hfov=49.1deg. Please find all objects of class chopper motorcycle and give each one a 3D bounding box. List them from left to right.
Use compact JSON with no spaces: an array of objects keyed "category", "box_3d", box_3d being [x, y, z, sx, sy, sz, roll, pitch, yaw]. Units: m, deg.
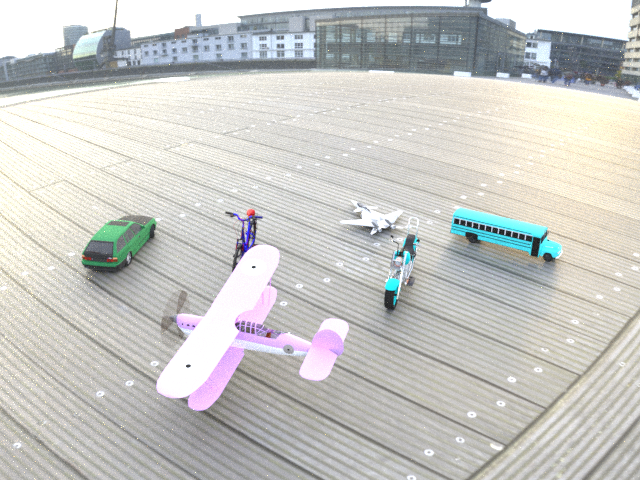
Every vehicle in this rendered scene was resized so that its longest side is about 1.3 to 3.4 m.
[{"category":"chopper motorcycle","box_3d":[1.138,0.302,9.697,0.466,0.761,1.563,8,28,16]}]

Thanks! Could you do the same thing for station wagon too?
[{"category":"station wagon","box_3d":[-3.050,-0.059,10.749,0.682,0.473,1.597,4,27,9]}]

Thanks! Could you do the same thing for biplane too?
[{"category":"biplane","box_3d":[-0.762,1.098,7.844,2.120,0.981,2.598,8,28,17]}]

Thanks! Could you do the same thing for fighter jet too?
[{"category":"fighter jet","box_3d":[0.828,-0.501,11.848,1.147,0.286,1.358,-11,28,-21]}]

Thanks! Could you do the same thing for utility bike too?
[{"category":"utility bike","box_3d":[-1.043,-0.037,10.172,0.535,0.946,1.435,3,27,7]}]

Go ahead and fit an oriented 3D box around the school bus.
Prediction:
[{"category":"school bus","box_3d":[2.893,-0.096,10.867,1.708,0.434,0.365,16,30,28]}]
